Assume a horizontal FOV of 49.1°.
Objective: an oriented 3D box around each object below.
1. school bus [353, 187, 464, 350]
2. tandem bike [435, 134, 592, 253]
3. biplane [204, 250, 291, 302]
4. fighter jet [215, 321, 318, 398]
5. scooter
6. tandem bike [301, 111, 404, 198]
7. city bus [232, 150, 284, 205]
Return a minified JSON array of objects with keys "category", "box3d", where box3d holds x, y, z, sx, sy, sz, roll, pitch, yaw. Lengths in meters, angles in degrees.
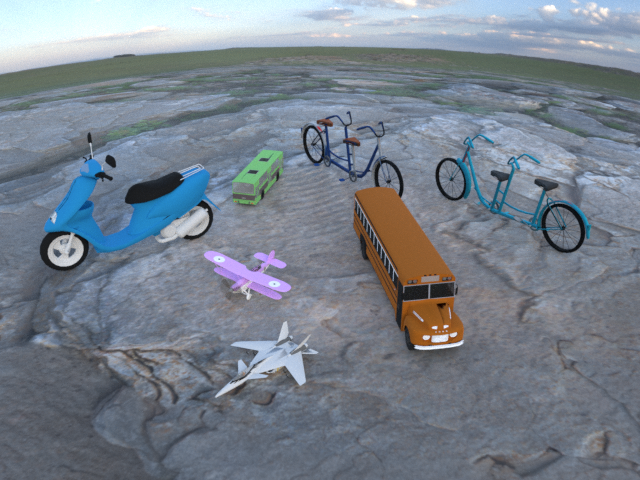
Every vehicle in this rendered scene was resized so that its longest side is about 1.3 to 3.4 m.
[{"category":"school bus","box3d":[1.128,0.289,9.515,0.709,0.844,3.322,-5,27,-9]},{"category":"tandem bike","box3d":[2.983,-0.844,11.202,0.550,1.326,3.192,-18,32,-31]},{"category":"biplane","box3d":[-0.897,0.474,9.526,1.336,0.504,1.090,14,30,26]},{"category":"fighter jet","box3d":[-0.684,1.390,7.975,1.147,0.286,1.358,22,34,36]},{"category":"scooter","box3d":[-2.776,-0.607,10.233,2.721,1.786,1.288,-15,31,-27]},{"category":"tandem bike","box3d":[0.519,-1.705,12.885,0.550,1.326,3.192,-17,32,-30]},{"category":"city bus","box3d":[-1.102,-1.138,12.727,0.476,0.460,1.674,7,28,13]}]
